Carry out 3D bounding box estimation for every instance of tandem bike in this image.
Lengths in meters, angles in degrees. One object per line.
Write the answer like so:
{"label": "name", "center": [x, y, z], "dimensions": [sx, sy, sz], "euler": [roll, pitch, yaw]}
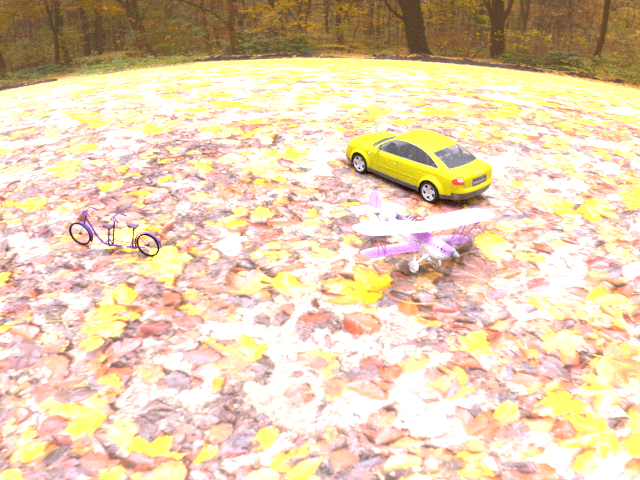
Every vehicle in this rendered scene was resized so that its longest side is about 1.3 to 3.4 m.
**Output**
{"label": "tandem bike", "center": [-3.200, -0.130, 10.831], "dimensions": [1.642, 0.682, 0.283], "euler": [9, 29, 16]}

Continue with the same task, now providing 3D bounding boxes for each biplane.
{"label": "biplane", "center": [1.395, -0.157, 10.566], "dimensions": [2.598, 0.981, 2.120], "euler": [-17, 33, -29]}

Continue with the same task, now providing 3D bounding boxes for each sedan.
{"label": "sedan", "center": [1.786, -1.574, 13.245], "dimensions": [1.235, 0.940, 3.137], "euler": [-22, 36, -35]}
